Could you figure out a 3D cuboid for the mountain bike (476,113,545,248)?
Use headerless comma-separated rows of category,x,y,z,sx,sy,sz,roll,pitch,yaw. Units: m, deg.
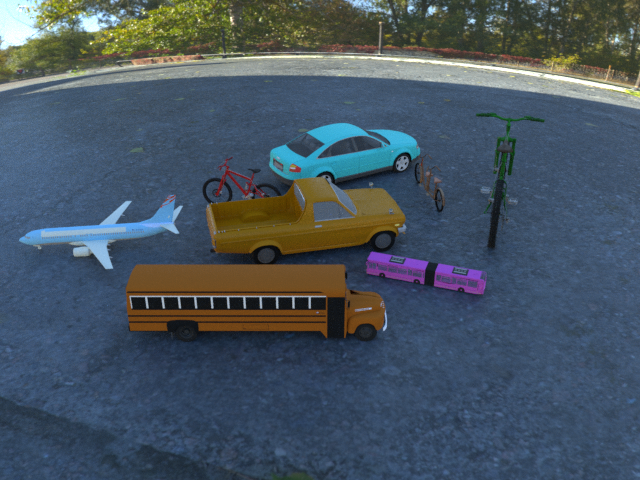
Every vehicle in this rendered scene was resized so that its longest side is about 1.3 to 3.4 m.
mountain bike,3.022,-1.089,11.628,1.114,1.688,2.857,8,30,14

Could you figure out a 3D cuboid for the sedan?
sedan,0.538,-1.744,13.577,3.137,0.940,1.235,-16,33,-26

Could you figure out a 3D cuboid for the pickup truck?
pickup truck,-0.225,-0.383,11.074,3.117,0.993,1.244,-7,30,-12

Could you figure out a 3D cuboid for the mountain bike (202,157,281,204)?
mountain bike,-1.365,-0.915,12.158,1.469,0.868,0.573,7,30,13

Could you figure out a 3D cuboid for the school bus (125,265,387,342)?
school bus,-0.786,0.790,9.116,3.322,0.844,0.709,0,29,0

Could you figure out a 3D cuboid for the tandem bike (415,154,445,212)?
tandem bike,1.979,-1.092,12.668,0.283,0.682,1.642,-5,29,-9

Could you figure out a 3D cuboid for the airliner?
airliner,-3.474,-0.273,11.037,2.541,0.835,2.257,-3,29,-6

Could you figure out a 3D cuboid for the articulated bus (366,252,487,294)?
articulated bus,1.533,0.479,10.247,1.749,0.289,0.311,10,31,17
